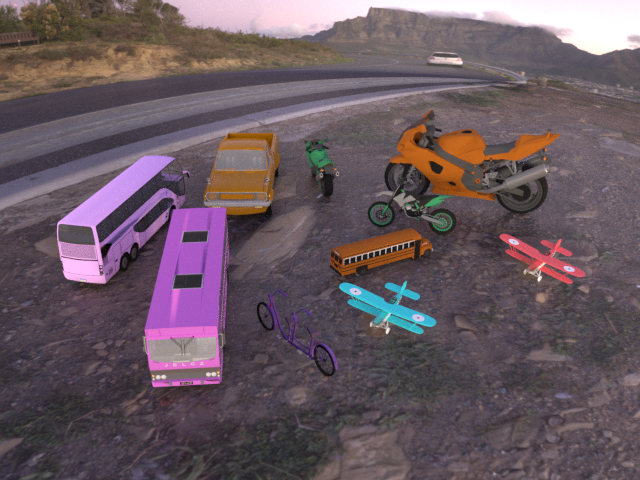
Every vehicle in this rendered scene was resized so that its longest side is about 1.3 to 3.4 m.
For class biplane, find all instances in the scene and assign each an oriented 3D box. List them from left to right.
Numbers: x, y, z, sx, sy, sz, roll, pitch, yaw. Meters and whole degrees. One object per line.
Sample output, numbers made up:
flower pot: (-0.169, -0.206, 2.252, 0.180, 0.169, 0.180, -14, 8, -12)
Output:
biplane: (0.934, 0.884, 9.177, 1.336, 0.504, 1.090, 14, 30, 25)
biplane: (3.328, 0.287, 10.363, 1.336, 0.504, 1.090, 22, 34, 36)

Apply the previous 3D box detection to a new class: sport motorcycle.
sport motorcycle: (0.015, -1.416, 13.390, 0.506, 0.821, 1.520, -6, 27, -12)
sport motorcycle: (2.605, -1.335, 12.368, 2.955, 1.596, 0.983, 8, 28, 15)

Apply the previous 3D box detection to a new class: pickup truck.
pickup truck: (-1.416, -1.411, 13.190, 1.244, 0.993, 3.117, 0, 27, 0)

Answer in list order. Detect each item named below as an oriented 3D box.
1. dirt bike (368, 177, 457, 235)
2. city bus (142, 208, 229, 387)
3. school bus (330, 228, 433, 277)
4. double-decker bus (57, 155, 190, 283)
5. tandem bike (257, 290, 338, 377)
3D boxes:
dirt bike: (1.527, -0.538, 11.607, 1.493, 0.857, 0.527, 7, 28, 13)
city bus: (-1.657, 0.633, 9.242, 0.926, 0.894, 3.255, -2, 27, -5)
school bus: (0.975, 0.169, 10.676, 1.708, 0.434, 0.365, -14, 30, -26)
double-decker bus: (-3.040, -0.453, 11.223, 0.756, 1.052, 3.251, 6, 27, 11)
tandem bike: (-0.316, 1.087, 8.578, 0.283, 0.682, 1.642, -20, 33, -34)
